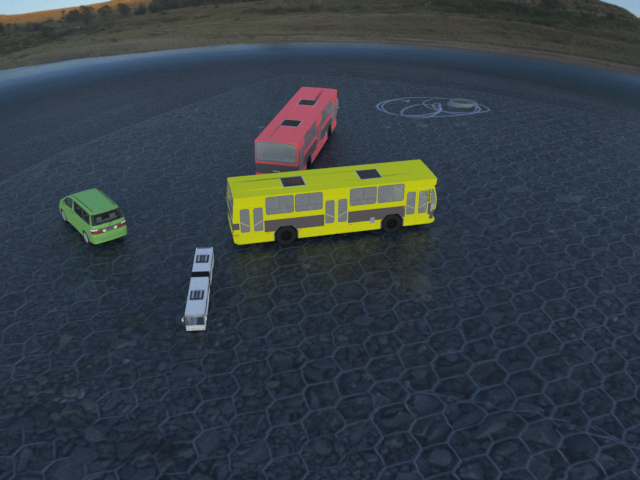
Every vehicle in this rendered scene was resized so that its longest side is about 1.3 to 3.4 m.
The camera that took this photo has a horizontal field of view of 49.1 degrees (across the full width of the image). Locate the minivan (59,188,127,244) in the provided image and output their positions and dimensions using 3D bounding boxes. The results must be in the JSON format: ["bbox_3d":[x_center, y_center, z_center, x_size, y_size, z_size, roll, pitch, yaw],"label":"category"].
[{"bbox_3d":[-3.683,-0.467,11.234,0.681,0.616,1.548,-21,36,-33],"label":"minivan"}]

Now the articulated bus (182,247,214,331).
[{"bbox_3d":[-1.646,0.634,9.624,0.311,0.289,1.749,-2,30,-3],"label":"articulated bus"}]

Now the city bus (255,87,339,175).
[{"bbox_3d":[-0.394,-2.097,13.827,0.926,0.894,3.255,7,30,12],"label":"city bus"}]

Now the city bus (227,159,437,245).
[{"bbox_3d":[0.186,-0.587,11.163,3.255,0.894,0.926,-7,30,-11],"label":"city bus"}]
